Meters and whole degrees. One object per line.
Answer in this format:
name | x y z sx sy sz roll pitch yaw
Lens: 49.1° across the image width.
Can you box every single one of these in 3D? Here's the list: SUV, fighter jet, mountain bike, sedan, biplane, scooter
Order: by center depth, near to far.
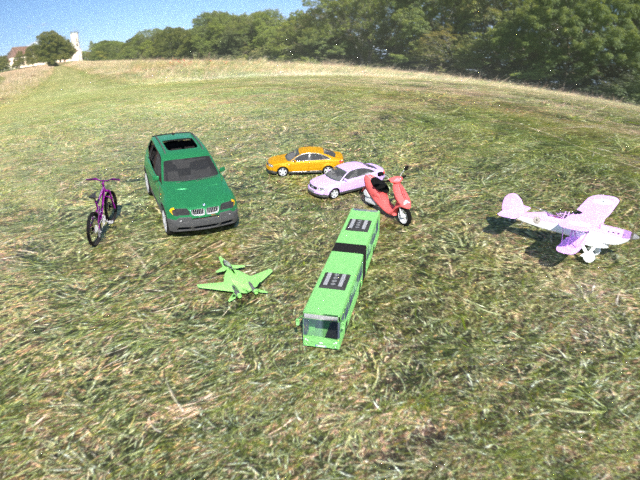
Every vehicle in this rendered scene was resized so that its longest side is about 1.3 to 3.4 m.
fighter jet | -1.287 0.452 10.348 1.147 0.286 1.358 -12 28 -22
biplane | 3.901 -0.263 11.021 2.120 0.981 2.598 15 30 29
mountain bike | -3.640 -0.517 11.670 0.573 0.868 1.469 1 26 2
scooter | 1.178 -0.867 12.329 0.662 0.919 1.399 -15 30 -28
SUV | -2.403 -1.109 12.586 1.276 1.128 3.058 -10 28 -19
sedan | 0.515 -1.208 13.523 1.613 0.483 0.635 -16 30 -29
sedan | -0.307 -1.647 14.423 1.613 0.483 0.635 -2 26 -4

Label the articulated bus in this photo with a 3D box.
articulated bus | 0.374 0.427 10.086 0.605 0.561 3.401 6 27 12
